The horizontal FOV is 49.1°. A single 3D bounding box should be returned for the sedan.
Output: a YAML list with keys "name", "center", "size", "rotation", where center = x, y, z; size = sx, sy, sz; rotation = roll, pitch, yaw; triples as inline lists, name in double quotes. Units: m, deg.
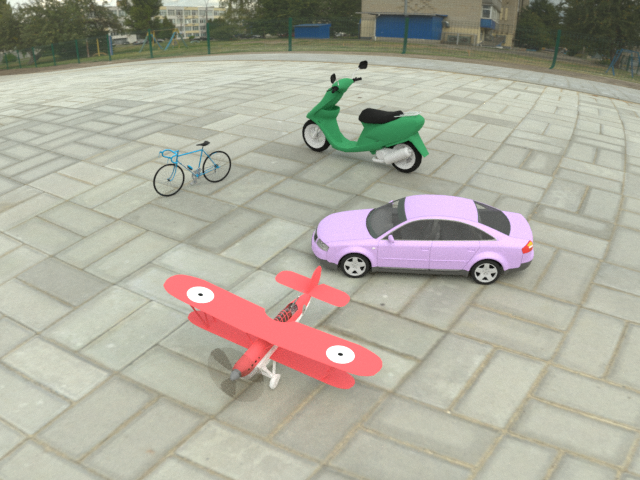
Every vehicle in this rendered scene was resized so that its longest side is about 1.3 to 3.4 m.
- name: "sedan"
  center: [1.444, -0.101, 9.987]
  size: [3.137, 0.940, 1.235]
  rotation: [2, 29, 4]

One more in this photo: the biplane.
- name: "biplane"
  center: [-0.417, 0.995, 7.960]
  size: [2.598, 0.981, 2.120]
  rotation: [13, 31, 22]

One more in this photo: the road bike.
- name: "road bike"
  center: [-2.218, -1.280, 12.213]
  size: [1.545, 0.852, 0.358]
  rotation: [-21, 35, -33]

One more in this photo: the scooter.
- name: "scooter"
  center: [0.797, -2.295, 13.083]
  size: [2.721, 1.786, 1.288]
  rotation: [17, 33, 28]
